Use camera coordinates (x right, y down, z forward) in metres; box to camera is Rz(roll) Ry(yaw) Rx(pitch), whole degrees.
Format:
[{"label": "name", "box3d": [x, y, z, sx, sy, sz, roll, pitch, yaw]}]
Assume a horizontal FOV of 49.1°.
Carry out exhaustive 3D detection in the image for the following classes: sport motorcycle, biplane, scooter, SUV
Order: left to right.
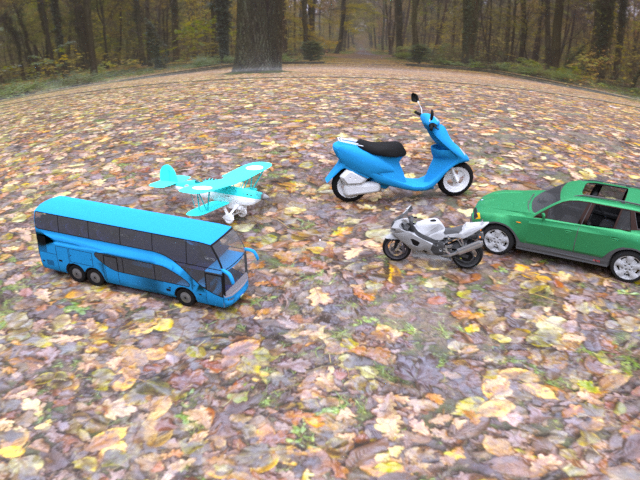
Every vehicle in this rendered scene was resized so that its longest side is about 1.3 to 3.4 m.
[{"label": "biplane", "box3d": [-1.798, -0.864, 11.878, 2.120, 0.981, 2.598, 11, 29, 20]}, {"label": "scooter", "box3d": [1.449, -1.557, 12.362, 2.721, 1.786, 1.288, -4, 27, -7]}, {"label": "sport motorcycle", "box3d": [1.685, -0.009, 10.352, 1.520, 0.821, 0.506, 6, 27, 11]}, {"label": "SUV", "box3d": [3.849, -0.310, 10.610, 3.058, 1.128, 1.276, 13, 29, 24]}]

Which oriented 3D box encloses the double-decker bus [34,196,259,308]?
[{"label": "double-decker bus", "box3d": [-2.475, 0.153, 9.771, 3.251, 1.052, 0.756, 10, 28, 19]}]
